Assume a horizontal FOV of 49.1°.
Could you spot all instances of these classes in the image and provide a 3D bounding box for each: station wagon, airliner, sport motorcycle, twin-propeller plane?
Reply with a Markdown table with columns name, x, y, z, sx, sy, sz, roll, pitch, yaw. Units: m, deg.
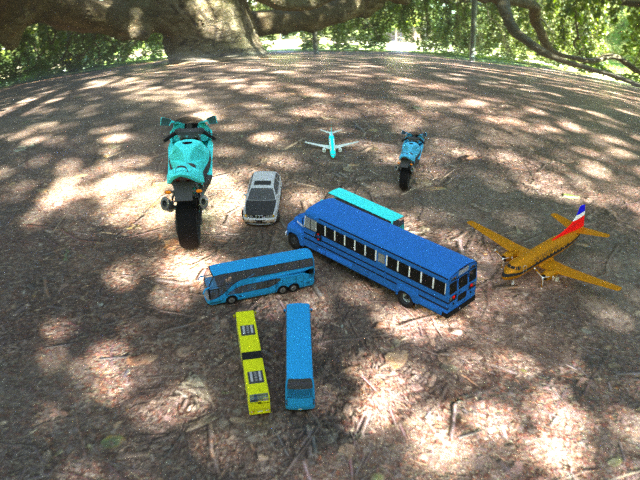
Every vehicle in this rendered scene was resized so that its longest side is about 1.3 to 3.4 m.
| name | x | y | z | sx | sy | sz | roll | pitch | yaw |
| --- | --- | --- | --- | --- | --- | --- | --- | --- | --- |
| station wagon | -1.022 | -0.798 | 12.522 | 0.682 | 0.473 | 1.597 | 0 | 30 | 0 |
| airliner | 0.258 | -2.128 | 14.918 | 1.161 | 0.429 | 1.307 | -1 | 30 | -1 |
| sport motorcycle | 1.738 | -1.573 | 13.539 | 0.506 | 0.821 | 1.520 | 8 | 30 | 13 |
| twin-propeller plane | 3.441 | 0.080 | 10.648 | 2.129 | 0.792 | 2.663 | -23 | 37 | -35 |
| sport motorcycle | -2.201 | -1.073 | 11.869 | 0.983 | 1.596 | 2.955 | -3 | 30 | -5 |

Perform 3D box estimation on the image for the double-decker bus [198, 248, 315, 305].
| name | x | y | z | sx | sy | sz | roll | pitch | yaw |
| --- | --- | --- | --- | --- | --- | --- | --- | --- | --- |
| double-decker bus | -0.899 | 0.533 | 10.103 | 1.672 | 0.541 | 0.389 | -10 | 31 | -17 |

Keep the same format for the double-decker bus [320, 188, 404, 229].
| name | x | y | z | sx | sy | sz | roll | pitch | yaw |
| --- | --- | --- | --- | --- | --- | --- | --- | --- | --- |
| double-decker bus | 0.695 | -0.407 | 11.764 | 0.389 | 0.541 | 1.672 | -25 | 38 | -37 |

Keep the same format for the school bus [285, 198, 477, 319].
| name | x | y | z | sx | sy | sz | roll | pitch | yaw |
| --- | --- | --- | --- | --- | --- | --- | --- | --- | --- |
| school bus | 0.771 | 0.145 | 10.480 | 0.709 | 0.844 | 3.322 | -26 | 39 | -38 |

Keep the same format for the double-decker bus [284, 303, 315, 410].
| name | x | y | z | sx | sy | sz | roll | pitch | yaw |
| --- | --- | --- | --- | --- | --- | --- | --- | --- | --- |
| double-decker bus | -0.259 | 1.367 | 8.629 | 0.389 | 0.541 | 1.672 | -1 | 30 | -2 |

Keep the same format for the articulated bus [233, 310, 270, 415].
| name | x | y | z | sx | sy | sz | roll | pitch | yaw |
| --- | --- | --- | --- | --- | --- | --- | --- | --- | --- |
| articulated bus | -0.847 | 1.473 | 8.699 | 0.311 | 0.289 | 1.749 | -5 | 30 | -9 |
